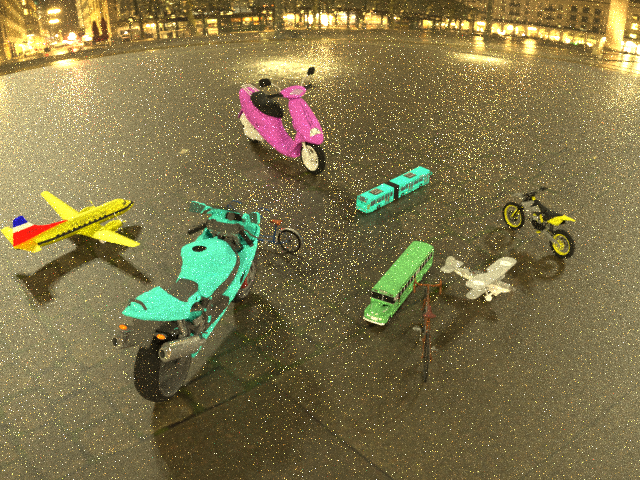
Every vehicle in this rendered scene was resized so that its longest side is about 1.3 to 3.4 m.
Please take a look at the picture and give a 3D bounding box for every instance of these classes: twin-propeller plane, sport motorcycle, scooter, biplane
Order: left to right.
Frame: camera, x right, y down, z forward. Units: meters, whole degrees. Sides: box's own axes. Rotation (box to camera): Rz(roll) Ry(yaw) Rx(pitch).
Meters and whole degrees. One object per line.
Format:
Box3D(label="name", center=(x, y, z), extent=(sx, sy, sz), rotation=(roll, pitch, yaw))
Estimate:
Box3D(label="twin-propeller plane", center=(-3.840, -0.342, 11.029), extent=(2.663, 0.792, 2.129), rotation=(24, 39, 34))
Box3D(label="sport motorcycle", center=(-1.461, 0.638, 8.611), extent=(0.983, 1.596, 2.955), rotation=(10, 32, 17))
Box3D(label="scooter", center=(-0.787, -2.444, 13.569), extent=(1.288, 1.786, 2.721), rotation=(-23, 38, -33))
Box3D(label="biplane", center=(2.259, 0.520, 9.870), extent=(1.090, 0.504, 1.336), rotation=(22, 37, 32))

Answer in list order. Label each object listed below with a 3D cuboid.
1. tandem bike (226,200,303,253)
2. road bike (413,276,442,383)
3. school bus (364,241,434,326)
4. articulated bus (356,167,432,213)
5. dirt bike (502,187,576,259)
Box3D(label="tandem bike", center=(-1.011, -0.222, 10.936), extent=(1.642, 0.682, 0.283), rotation=(13, 33, 20))
Box3D(label="road bike", center=(1.317, 1.043, 8.659), extent=(0.358, 0.852, 1.545), rotation=(3, 31, 5))
Box3D(label="school bus", center=(1.116, 0.593, 9.817), extent=(0.365, 0.434, 1.708), rotation=(16, 34, 25))
Box3D(label="articulated bus", center=(1.330, -0.905, 12.458), extent=(1.749, 0.289, 0.311), rotation=(-27, 40, -37))
Box3D(label="dirt bike", center=(3.415, -0.327, 10.941), extent=(0.527, 0.857, 1.493), rotation=(-17, 35, -26))
